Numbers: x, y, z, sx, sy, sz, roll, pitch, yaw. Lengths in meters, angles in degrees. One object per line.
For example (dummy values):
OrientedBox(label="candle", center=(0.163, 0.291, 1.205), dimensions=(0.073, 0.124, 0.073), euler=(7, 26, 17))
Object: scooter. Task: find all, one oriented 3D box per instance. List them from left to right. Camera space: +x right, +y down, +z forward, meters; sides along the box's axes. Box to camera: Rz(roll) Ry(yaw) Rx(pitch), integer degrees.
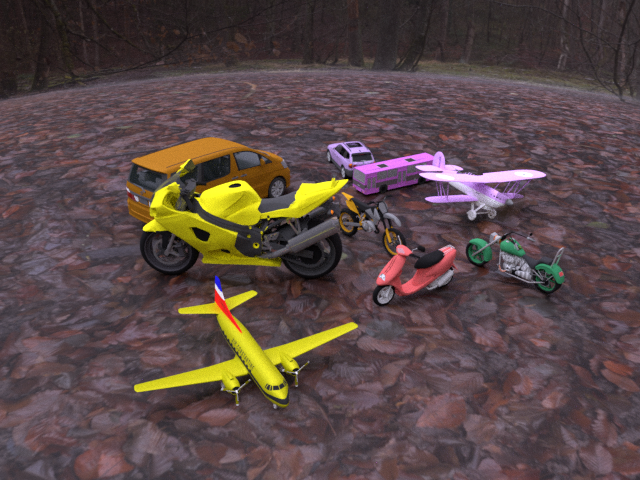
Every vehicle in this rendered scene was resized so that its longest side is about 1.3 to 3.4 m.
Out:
OrientedBox(label="scooter", center=(1.308, 0.346, 9.433), dimensions=(1.399, 0.919, 0.662), euler=(-14, 30, -26))

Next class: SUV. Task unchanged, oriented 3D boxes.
OrientedBox(label="SUV", center=(0.618, -1.687, 13.942), dimensions=(0.656, 0.580, 1.572), euler=(-7, 27, -14))

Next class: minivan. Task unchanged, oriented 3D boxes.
OrientedBox(label="minivan", center=(-1.822, -1.104, 12.061), dimensions=(1.324, 1.197, 3.011), euler=(21, 33, 36))

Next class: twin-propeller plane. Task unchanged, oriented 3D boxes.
OrientedBox(label="twin-propeller plane", center=(-0.832, 1.153, 7.940), dimensions=(2.663, 0.792, 2.129), euler=(-13, 29, -24))

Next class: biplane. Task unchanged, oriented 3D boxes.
OrientedBox(label="biplane", center=(2.598, -0.957, 12.007), dimensions=(2.598, 0.981, 2.120), euler=(-13, 29, -25))

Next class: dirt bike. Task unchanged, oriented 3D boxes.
OrientedBox(label="dirt bike", center=(0.787, -0.295, 10.804), dimensions=(0.527, 0.857, 1.493), euler=(-21, 33, -36))

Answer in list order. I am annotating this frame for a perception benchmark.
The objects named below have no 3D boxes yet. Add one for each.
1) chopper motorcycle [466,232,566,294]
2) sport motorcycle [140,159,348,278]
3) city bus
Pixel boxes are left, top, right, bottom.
OrientedBox(label="chopper motorcycle", center=(2.739, 0.214, 9.881), dimensions=(0.466, 0.761, 1.563), euler=(-22, 33, -37))
OrientedBox(label="sport motorcycle", center=(-1.096, -0.209, 9.794), dimensions=(2.955, 1.596, 0.983), euler=(1, 26, 2))
OrientedBox(label="city bus", center=(1.432, -1.233, 13.158), dimensions=(1.674, 0.460, 0.476), euler=(-14, 30, -26))
